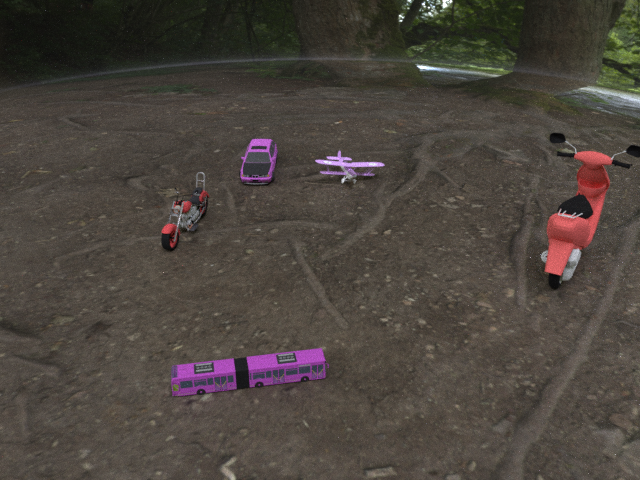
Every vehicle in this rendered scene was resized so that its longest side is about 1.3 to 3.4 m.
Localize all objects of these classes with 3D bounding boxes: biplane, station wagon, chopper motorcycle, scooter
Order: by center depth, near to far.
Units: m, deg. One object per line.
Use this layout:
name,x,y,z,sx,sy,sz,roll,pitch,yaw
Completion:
scooter,3.776,-0.517,10.138,1.288,1.786,2.721,15,31,26
chopper motorcycle,-2.148,-0.470,11.148,0.466,0.761,1.563,7,29,13
biplane,0.514,-1.369,13.131,1.336,0.504,1.090,-8,29,-15
station wagon,-1.171,-1.551,13.511,0.682,0.473,1.597,1,28,1

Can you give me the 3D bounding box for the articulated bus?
articulated bus,-0.788,1.495,7.924,1.749,0.289,0.311,-5,28,-10
